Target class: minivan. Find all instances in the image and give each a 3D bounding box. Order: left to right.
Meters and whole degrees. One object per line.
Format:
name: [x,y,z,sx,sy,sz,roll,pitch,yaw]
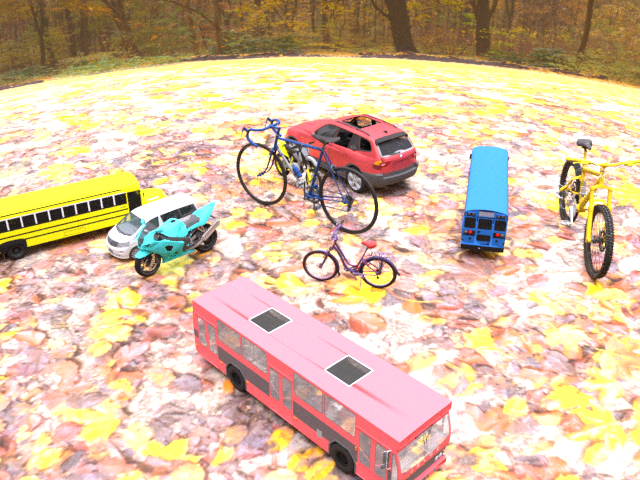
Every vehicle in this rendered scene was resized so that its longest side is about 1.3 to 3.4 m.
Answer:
minivan: [-2.662,-0.233,11.171,1.548,0.616,0.681,-24,37,-37]

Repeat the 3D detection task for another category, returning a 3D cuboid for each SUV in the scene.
SUV: [0.552,-1.893,13.688,1.276,1.128,3.058,-21,35,-33]

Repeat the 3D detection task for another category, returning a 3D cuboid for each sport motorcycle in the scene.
sport motorcycle: [-2.161,-0.023,10.571,0.506,0.821,1.520,25,37,38]

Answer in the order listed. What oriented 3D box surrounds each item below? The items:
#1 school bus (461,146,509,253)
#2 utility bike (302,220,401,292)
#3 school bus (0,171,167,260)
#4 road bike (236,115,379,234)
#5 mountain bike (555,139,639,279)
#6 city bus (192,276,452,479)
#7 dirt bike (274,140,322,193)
school bus: [2.863,-0.831,12.032,0.709,0.844,3.322,6,29,12]
utility bike: [0.431,0.269,9.902,1.435,0.946,0.535,6,29,12]
school bus: [-4.049,-0.436,11.305,3.322,0.844,0.709,-17,33,-28]
road bike: [-0.290,-1.113,11.701,3.004,1.656,0.696,19,34,31]
mountain bike: [4.123,-0.664,10.842,1.114,1.688,2.857,2,29,4]
city bus: [-0.123,1.507,7.679,0.926,0.894,3.255,-25,37,-38]
dirt bike: [-0.415,-1.446,13.150,0.527,0.857,1.493,-20,34,-32]
